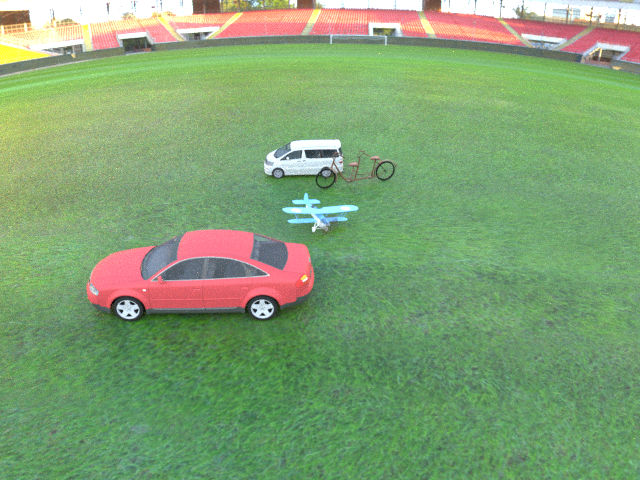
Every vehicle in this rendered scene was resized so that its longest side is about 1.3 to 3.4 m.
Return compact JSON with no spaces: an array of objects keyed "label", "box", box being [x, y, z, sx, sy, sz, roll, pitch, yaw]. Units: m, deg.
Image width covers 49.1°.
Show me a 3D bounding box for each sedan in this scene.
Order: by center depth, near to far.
[{"label":"sedan","box":[-1.652,0.414,9.706,3.137,0.940,1.235,0,29,-1]}]

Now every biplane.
[{"label":"biplane","box":[-0.046,-0.458,11.743,1.336,0.504,1.090,-12,31,-20]}]

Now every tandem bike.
[{"label":"tandem bike","box":[0.698,-1.362,13.202,1.642,0.682,0.283,-9,30,-16]}]

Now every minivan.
[{"label":"minivan","box":[-0.323,-1.609,13.718,1.548,0.616,0.681,-1,29,-2]}]
